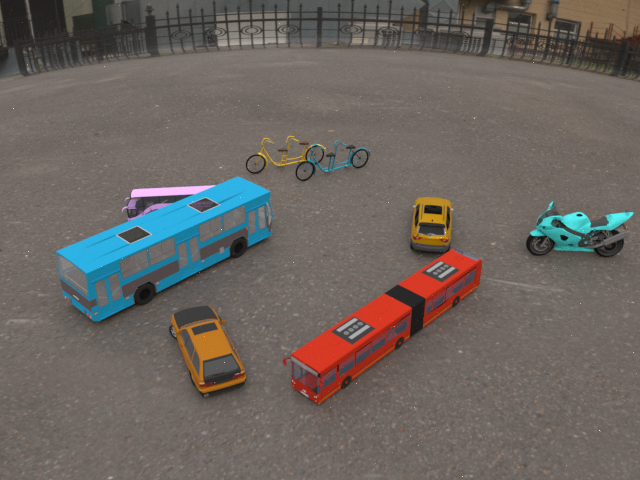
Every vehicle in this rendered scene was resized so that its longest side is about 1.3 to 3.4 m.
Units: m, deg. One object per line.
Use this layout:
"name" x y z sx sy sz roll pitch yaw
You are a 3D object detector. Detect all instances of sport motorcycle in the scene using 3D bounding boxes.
"sport motorcycle" 3.958 -0.114 10.741 1.520 0.821 0.506 1 31 1

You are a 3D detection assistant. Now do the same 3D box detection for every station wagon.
"station wagon" -1.433 1.271 8.758 0.682 0.473 1.597 -12 33 -20

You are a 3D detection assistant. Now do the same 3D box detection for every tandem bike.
"tandem bike" -0.647 -1.683 13.509 1.642 0.682 0.283 -11 33 -18
"tandem bike" 0.265 -1.561 13.304 1.642 0.682 0.283 -16 34 -24

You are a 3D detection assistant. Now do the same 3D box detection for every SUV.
"SUV" 1.820 -0.337 11.350 0.656 0.580 1.572 5 31 8

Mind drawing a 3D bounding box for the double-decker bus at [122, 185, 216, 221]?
"double-decker bus" -2.470 -0.600 11.830 1.672 0.541 0.389 -3 31 -5

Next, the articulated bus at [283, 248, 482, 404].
"articulated bus" 0.961 1.010 9.109 0.605 0.561 3.401 26 40 37

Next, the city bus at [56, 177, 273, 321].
"city bus" -2.154 0.078 10.348 0.926 0.894 3.255 26 39 36
